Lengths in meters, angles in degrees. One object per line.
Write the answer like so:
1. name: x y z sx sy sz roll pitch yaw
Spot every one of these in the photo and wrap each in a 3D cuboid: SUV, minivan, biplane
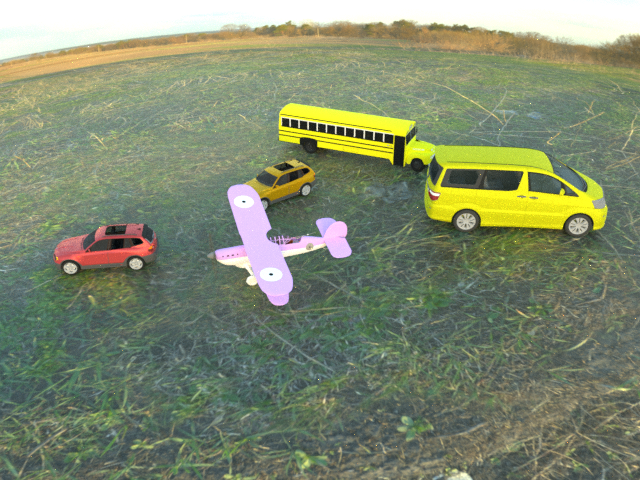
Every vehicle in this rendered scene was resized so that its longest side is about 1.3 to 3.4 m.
1. SUV: -3.282 0.098 10.749 1.572 0.580 0.656 -4 30 -6
2. SUV: -0.799 -1.025 12.678 1.572 0.580 0.656 -22 37 -33
3. minivan: 3.309 -0.884 11.822 3.011 1.197 1.324 2 30 4
4. biplane: -0.596 0.124 10.306 2.120 0.981 2.598 -9 31 -15

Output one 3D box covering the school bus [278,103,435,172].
1. school bus: 0.775 -2.131 14.316 3.322 0.844 0.709 12 32 20
